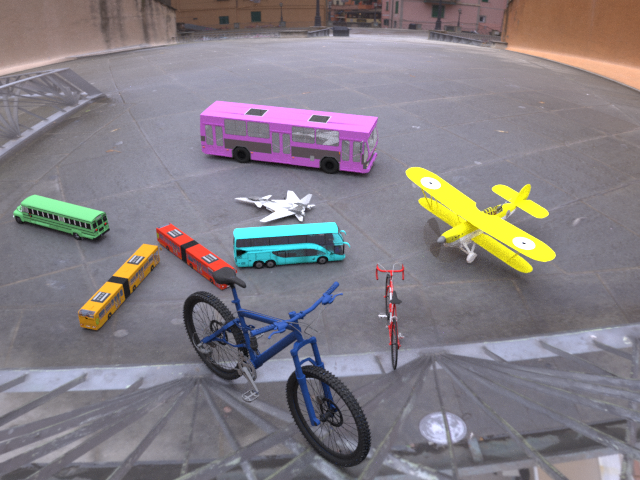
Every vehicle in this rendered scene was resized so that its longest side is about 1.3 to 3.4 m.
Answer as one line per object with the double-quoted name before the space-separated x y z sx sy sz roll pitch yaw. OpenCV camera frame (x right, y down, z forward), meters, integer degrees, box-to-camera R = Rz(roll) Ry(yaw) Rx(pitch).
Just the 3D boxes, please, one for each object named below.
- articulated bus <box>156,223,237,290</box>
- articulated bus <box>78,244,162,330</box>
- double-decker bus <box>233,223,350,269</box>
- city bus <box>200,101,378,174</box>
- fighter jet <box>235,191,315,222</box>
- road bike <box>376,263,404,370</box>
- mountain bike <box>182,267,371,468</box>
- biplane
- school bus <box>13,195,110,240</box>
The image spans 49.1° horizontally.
"articulated bus" -1.824 0.215 10.170 0.311 0.289 1.749 -25 39 -35
"articulated bus" -2.689 0.599 9.530 0.311 0.289 1.749 8 32 14
"double-decker bus" -0.416 0.072 10.162 1.672 0.541 0.389 -4 31 -6
"city bus" -0.583 -1.908 13.116 3.255 0.894 0.926 8 32 14
"fighter jet" -0.813 -0.649 11.610 1.358 0.286 1.147 11 33 18
"road bike" 0.875 0.865 8.541 0.358 0.852 1.545 0 31 0
"mountain bike" -0.568 1.154 7.248 2.857 1.688 1.114 27 40 37
"biplane" 2.469 -0.282 10.325 2.120 0.981 2.598 -24 38 -34
"school bus" -4.112 -0.368 10.999 1.708 0.434 0.365 13 33 21
